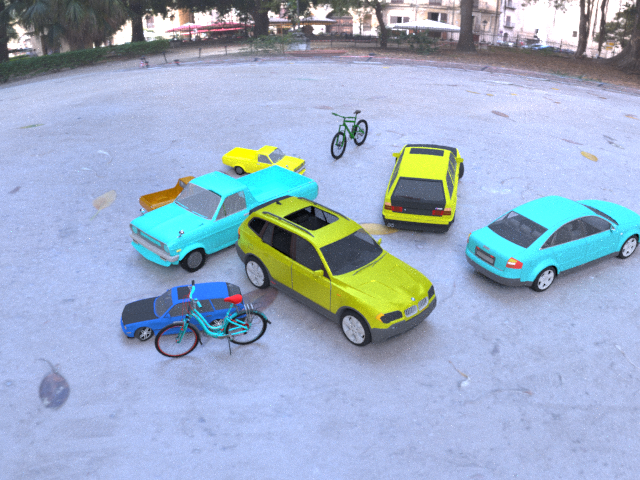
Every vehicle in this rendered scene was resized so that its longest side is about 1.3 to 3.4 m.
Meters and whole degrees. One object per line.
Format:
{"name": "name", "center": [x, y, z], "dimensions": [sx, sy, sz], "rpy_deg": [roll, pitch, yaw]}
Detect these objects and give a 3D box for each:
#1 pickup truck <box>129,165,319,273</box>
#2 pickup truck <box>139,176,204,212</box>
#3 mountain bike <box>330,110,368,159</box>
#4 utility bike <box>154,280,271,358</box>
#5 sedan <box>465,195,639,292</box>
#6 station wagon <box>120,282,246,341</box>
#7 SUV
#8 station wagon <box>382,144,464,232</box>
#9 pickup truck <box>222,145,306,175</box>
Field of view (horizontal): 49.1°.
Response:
{"name": "pickup truck", "center": [-1.464, -0.530, 11.147], "dimensions": [1.244, 0.993, 3.117], "rpy_deg": [25, 37, 38]}
{"name": "pickup truck", "center": [-2.293, -0.787, 12.129], "dimensions": [1.603, 0.511, 0.640], "rpy_deg": [-19, 34, -31]}
{"name": "mountain bike", "center": [0.620, -2.231, 14.425], "dimensions": [0.573, 0.868, 1.469], "rpy_deg": [17, 33, 28]}
{"name": "utility bike", "center": [-1.271, 0.985, 8.393], "dimensions": [1.435, 0.946, 0.535], "rpy_deg": [-9, 30, -16]}
{"name": "sedan", "center": [3.605, -0.131, 10.465], "dimensions": [3.137, 0.940, 1.235], "rpy_deg": [-16, 32, -27]}
{"name": "station wagon", "center": [-1.777, 0.880, 9.084], "dimensions": [1.597, 0.473, 0.682], "rpy_deg": [-6, 29, -11]}
{"name": "SUV", "center": [0.140, 0.291, 9.485], "dimensions": [1.276, 1.128, 3.058], "rpy_deg": [-25, 37, -38]}
{"name": "station wagon", "center": [1.868, -1.165, 12.397], "dimensions": [1.327, 0.920, 3.105], "rpy_deg": [6, 29, 11]}
{"name": "pickup truck", "center": [-1.082, -1.527, 13.498], "dimensions": [1.603, 0.511, 0.640], "rpy_deg": [12, 31, 21]}
